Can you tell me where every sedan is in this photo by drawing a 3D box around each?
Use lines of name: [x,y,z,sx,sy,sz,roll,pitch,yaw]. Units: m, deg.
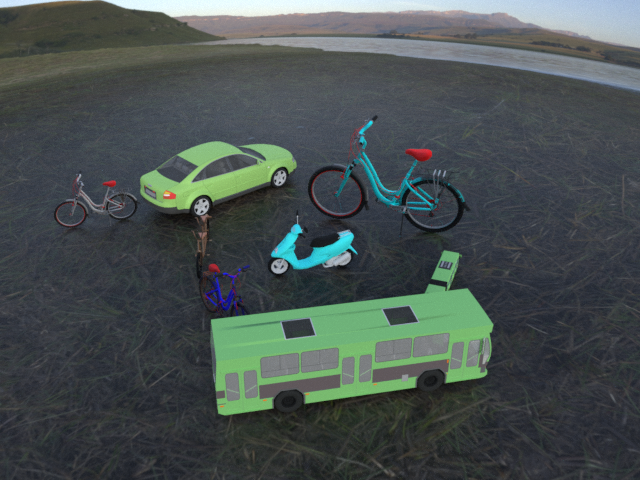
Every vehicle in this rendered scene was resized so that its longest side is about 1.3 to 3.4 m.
sedan: [-1.815,-1.312,13.010,3.137,0.940,1.235,-24,37,-36]

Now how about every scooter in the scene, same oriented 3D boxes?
scooter: [-0.111,0.068,10.583,1.399,0.919,0.662,-7,30,-12]

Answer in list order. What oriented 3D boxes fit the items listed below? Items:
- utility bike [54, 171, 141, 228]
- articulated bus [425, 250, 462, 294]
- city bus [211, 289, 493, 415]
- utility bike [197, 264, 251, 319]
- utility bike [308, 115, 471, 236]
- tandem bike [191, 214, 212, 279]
utility bike: [-3.788,-0.667,11.859,1.435,0.946,0.535,-10,31,-18]
articulated bus: [1.724,0.681,10.137,0.311,0.289,1.749,11,31,18]
city bus: [0.362,1.338,8.353,3.255,0.894,0.926,-6,30,-10]
utility bike: [-1.248,0.716,9.405,0.535,0.946,1.435,-21,36,-33]
utility bike: [1.092,-0.976,11.498,2.791,1.839,1.039,9,31,15]
tandem bike: [-1.844,-0.037,11.011,0.283,0.682,1.642,-1,29,-2]
